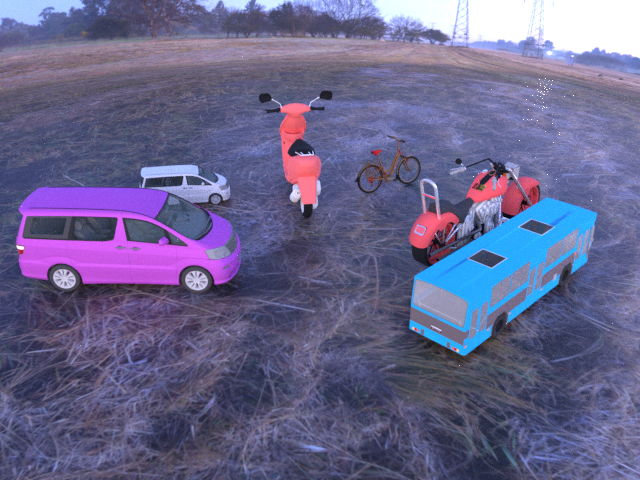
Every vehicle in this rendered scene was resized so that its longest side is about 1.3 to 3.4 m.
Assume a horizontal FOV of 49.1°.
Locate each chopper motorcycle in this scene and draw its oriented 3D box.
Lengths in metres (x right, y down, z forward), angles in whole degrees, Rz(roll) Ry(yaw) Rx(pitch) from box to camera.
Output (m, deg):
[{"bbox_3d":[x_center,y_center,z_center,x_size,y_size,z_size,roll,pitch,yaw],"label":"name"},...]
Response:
[{"bbox_3d":[2.457,-0.588,10.591,3.040,1.480,0.906,-23,36,-37],"label":"chopper motorcycle"}]

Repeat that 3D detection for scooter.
[{"bbox_3d":[-0.370,-1.618,12.228,1.288,1.786,2.721,-4,28,-8],"label":"scooter"}]

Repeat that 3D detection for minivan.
[{"bbox_3d":[-2.360,-0.969,12.249,1.548,0.616,0.681,-5,28,-9],"label":"minivan"},{"bbox_3d":[-2.645,-0.059,9.886,3.011,1.197,1.324,1,28,1],"label":"minivan"}]

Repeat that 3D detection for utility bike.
[{"bbox_3d":[1.221,-1.391,12.700,1.435,0.946,0.535,-14,31,-25],"label":"utility bike"}]

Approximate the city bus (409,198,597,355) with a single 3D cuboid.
[{"bbox_3d":[2.517,0.416,9.307,0.926,0.894,3.255,24,36,38],"label":"city bus"}]
